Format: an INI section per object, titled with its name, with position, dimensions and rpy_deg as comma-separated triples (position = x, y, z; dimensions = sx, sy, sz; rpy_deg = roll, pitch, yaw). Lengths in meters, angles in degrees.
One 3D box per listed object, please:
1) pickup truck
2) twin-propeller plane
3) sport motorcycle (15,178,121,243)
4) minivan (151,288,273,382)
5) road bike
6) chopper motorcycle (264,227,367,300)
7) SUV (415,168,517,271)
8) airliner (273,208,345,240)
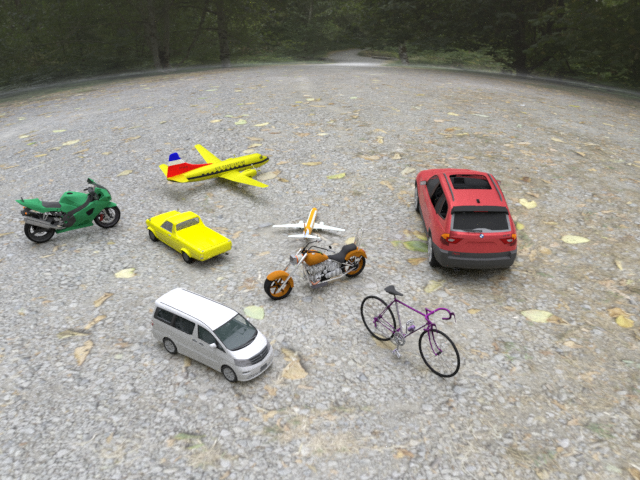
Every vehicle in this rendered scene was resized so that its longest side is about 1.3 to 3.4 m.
[pickup truck]
position = -2.034, -0.111, 10.708
dimensions = 0.640, 0.511, 1.603
rpy_deg = -23, 35, -37
[twin-propeller plane]
position = -1.848, -1.412, 12.926
dimensions = 2.129, 0.792, 2.663
rpy_deg = -18, 32, -31
[sport motorcycle]
position = -3.924, -0.447, 11.022
dimensions = 1.520, 0.821, 0.506
rpy_deg = -15, 31, -26
[minivan]
position = -1.275, 1.096, 8.250
dimensions = 1.548, 0.616, 0.681
rpy_deg = 18, 32, 30
[road bike]
position = 1.025, 1.005, 8.168
dimensions = 0.358, 0.852, 1.545
rpy_deg = -22, 35, -37
[chopper motorcycle]
position = -0.042, 0.318, 9.602
dimensions = 1.563, 0.761, 0.466
rpy_deg = -14, 30, -25
[SUV]
position = 2.218, -0.550, 10.885
dimensions = 1.276, 1.128, 3.058
rpy_deg = 0, 27, 1
[airliner]
position = -0.163, -0.339, 11.238
dimensions = 1.161, 0.429, 1.307
rpy_deg = 3, 27, 6
